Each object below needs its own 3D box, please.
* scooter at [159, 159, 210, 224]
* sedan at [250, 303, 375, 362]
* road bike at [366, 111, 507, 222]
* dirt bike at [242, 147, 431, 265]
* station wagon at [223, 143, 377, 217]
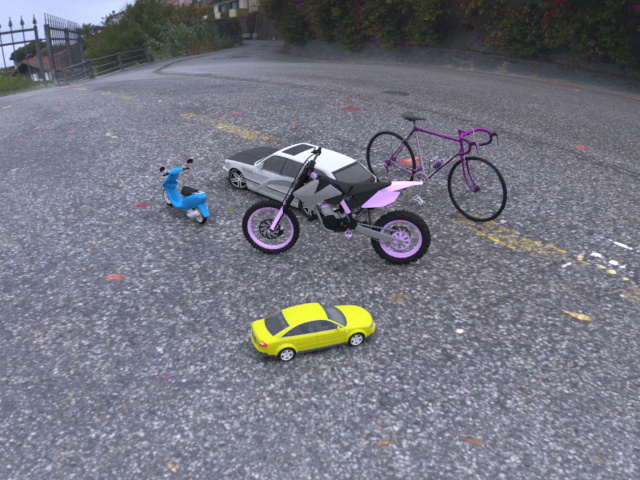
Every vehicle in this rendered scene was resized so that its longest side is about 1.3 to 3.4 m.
[{"bbox_3d":[-2.351,-0.854,12.072,0.662,0.919,1.399,-23,35,-36],"label":"scooter"},{"bbox_3d":[-0.078,1.085,8.879,1.613,0.483,0.635,-9,29,-17],"label":"sedan"},{"bbox_3d":[1.970,-1.368,12.255,3.004,1.656,0.696,24,36,38],"label":"road bike"},{"bbox_3d":[0.223,-0.434,10.482,2.903,1.666,1.024,4,28,8],"label":"dirt bike"},{"bbox_3d":[-0.439,-1.253,12.823,3.105,0.920,1.327,22,35,36],"label":"station wagon"}]
